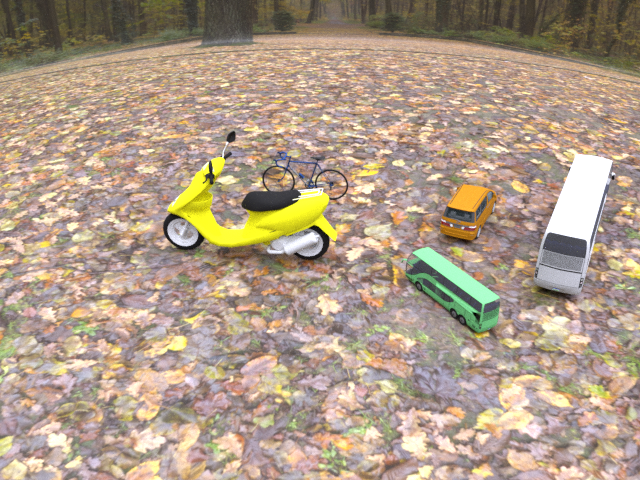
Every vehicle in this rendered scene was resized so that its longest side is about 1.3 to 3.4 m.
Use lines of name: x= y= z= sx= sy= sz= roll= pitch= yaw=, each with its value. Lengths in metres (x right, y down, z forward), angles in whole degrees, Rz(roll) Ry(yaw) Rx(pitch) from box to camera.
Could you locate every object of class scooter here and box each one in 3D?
scooter: x=-1.095 y=-0.550 z=10.441 sx=2.721 sy=1.786 sz=1.288 roll=5 pitch=31 yaw=8

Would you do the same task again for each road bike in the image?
road bike: x=-0.267 y=-1.121 z=12.294 sx=1.545 sy=0.852 sz=0.358 roll=5 pitch=31 yaw=8

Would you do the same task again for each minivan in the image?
minivan: x=2.496 y=-0.562 z=11.595 sx=0.681 sy=0.616 sz=1.548 roll=14 pitch=34 yaw=23

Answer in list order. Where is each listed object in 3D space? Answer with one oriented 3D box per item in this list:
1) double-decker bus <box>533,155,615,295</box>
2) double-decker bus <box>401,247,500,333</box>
double-decker bus: x=3.991 y=-0.364 z=10.844 sx=0.756 sy=1.052 sz=3.251 roll=14 pitch=34 yaw=22
double-decker bus: x=1.781 y=0.642 z=9.670 sx=0.389 sy=0.541 sz=1.672 roll=-18 pitch=35 yaw=-27
